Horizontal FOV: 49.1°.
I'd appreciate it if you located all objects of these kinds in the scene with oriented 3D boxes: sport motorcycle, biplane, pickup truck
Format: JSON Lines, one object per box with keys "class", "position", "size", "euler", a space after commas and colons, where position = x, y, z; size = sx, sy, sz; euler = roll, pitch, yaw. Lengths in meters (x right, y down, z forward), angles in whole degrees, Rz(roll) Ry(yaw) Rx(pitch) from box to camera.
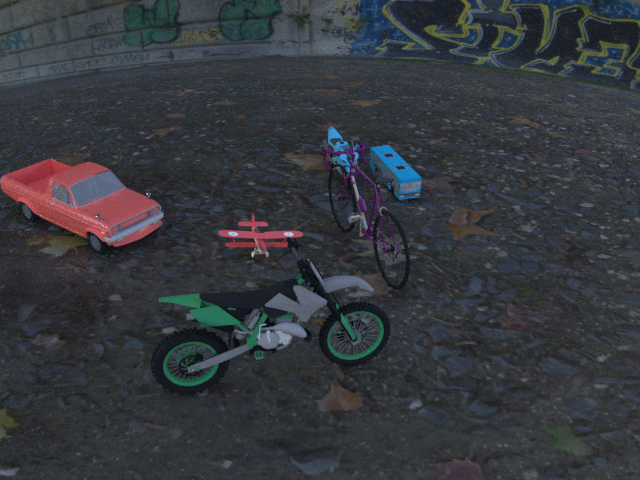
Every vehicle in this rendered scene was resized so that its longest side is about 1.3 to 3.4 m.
{"class": "sport motorcycle", "position": [0.413, -1.626, 13.689], "size": [0.506, 0.821, 1.520], "euler": [-7, 30, -13]}
{"class": "biplane", "position": [-0.965, -0.052, 11.189], "size": [1.336, 0.504, 1.090], "euler": [-8, 30, -14]}
{"class": "pickup truck", "position": [-4.122, -0.760, 11.958], "size": [3.117, 0.993, 1.244], "euler": [20, 35, 31]}

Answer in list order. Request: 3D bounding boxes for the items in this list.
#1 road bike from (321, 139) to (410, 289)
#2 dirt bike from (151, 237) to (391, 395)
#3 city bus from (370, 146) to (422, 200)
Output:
{"class": "road bike", "position": [0.695, -0.489, 10.790], "size": [0.697, 1.656, 3.004], "euler": [-11, 31, -18]}
{"class": "dirt bike", "position": [-0.539, 0.953, 8.189], "size": [2.903, 1.666, 1.024], "euler": [-7, 30, -13]}
{"class": "city bus", "position": [1.424, -1.296, 13.468], "size": [0.476, 0.460, 1.674], "euler": [-8, 30, -14]}
